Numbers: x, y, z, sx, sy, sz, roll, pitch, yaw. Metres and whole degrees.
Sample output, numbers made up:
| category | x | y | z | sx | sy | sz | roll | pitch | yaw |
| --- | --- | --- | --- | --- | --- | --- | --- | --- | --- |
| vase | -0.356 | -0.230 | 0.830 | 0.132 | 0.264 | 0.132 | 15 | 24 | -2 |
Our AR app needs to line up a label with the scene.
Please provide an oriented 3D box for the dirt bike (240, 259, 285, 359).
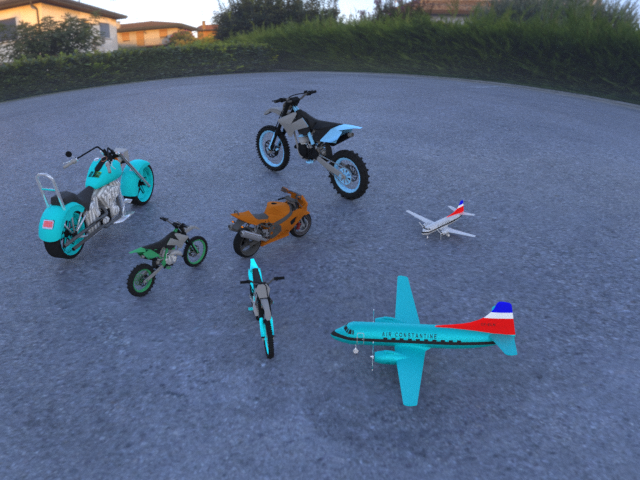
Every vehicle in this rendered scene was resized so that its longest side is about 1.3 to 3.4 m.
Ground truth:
| category | x | y | z | sx | sy | sz | roll | pitch | yaw |
| --- | --- | --- | --- | --- | --- | --- | --- | --- | --- |
| dirt bike | -0.715 | 0.765 | 8.545 | 0.527 | 0.857 | 1.493 | -6 | 27 | -12 |

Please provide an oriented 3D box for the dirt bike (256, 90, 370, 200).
| category | x | y | z | sx | sy | sz | roll | pitch | yaw |
| --- | --- | --- | --- | --- | --- | --- | --- | --- | --- |
| dirt bike | -0.220 | -1.800 | 12.848 | 2.903 | 1.666 | 1.024 | 23 | 35 | 39 |

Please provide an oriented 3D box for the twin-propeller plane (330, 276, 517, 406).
| category | x | y | z | sx | sy | sz | roll | pitch | yaw |
| --- | --- | --- | --- | --- | --- | --- | --- | --- | --- |
| twin-propeller plane | 1.184 | 1.020 | 8.100 | 2.129 | 0.792 | 2.663 | 2 | 26 | 4 |

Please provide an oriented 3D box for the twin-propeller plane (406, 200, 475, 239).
| category | x | y | z | sx | sy | sz | roll | pitch | yaw |
| --- | --- | --- | --- | --- | --- | --- | --- | --- | --- |
| twin-propeller plane | 1.992 | -0.328 | 11.279 | 1.095 | 0.407 | 1.370 | -23 | 34 | -38 |

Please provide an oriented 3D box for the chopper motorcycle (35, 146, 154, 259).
| category | x | y | z | sx | sy | sz | roll | pitch | yaw |
| --- | --- | --- | --- | --- | --- | --- | --- | --- | --- |
| chopper motorcycle | -3.455 | -0.832 | 11.088 | 0.906 | 1.480 | 3.040 | 6 | 27 | 13 |

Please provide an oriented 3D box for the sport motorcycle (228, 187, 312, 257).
| category | x | y | z | sx | sy | sz | roll | pitch | yaw |
| --- | --- | --- | --- | --- | --- | --- | --- | --- | --- |
| sport motorcycle | -0.718 | -0.270 | 10.692 | 1.520 | 0.821 | 0.506 | -21 | 33 | -37 |

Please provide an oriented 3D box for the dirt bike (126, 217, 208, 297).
| category | x | y | z | sx | sy | sz | roll | pitch | yaw |
| --- | --- | --- | --- | --- | --- | --- | --- | --- | --- |
| dirt bike | -2.114 | 0.180 | 9.734 | 0.527 | 0.857 | 1.493 | 18 | 31 | 32 |
